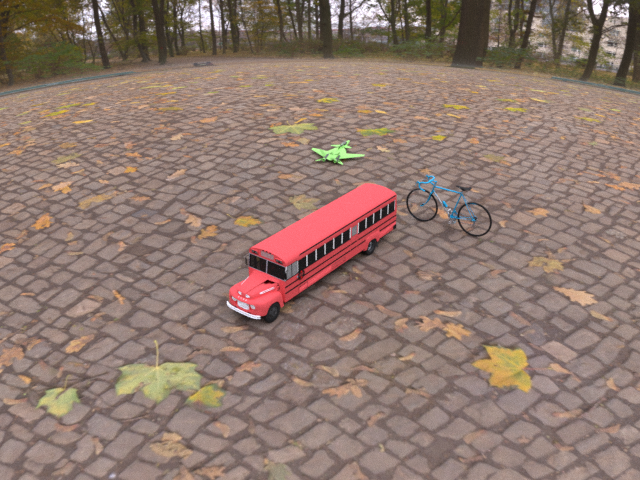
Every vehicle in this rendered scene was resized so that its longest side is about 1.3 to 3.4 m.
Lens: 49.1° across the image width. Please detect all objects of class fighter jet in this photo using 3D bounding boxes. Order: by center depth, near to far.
[{"bbox_3d":[0.409,-1.942,14.635,1.147,0.286,1.358,10,30,18],"label":"fighter jet"}]

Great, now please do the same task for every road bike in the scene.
[{"bbox_3d":[2.101,-0.571,11.465,1.545,0.852,0.358,18,33,31],"label":"road bike"}]

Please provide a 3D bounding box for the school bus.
[{"bbox_3d":[-0.033,0.106,10.206,0.709,0.844,3.322,20,34,32],"label":"school bus"}]
